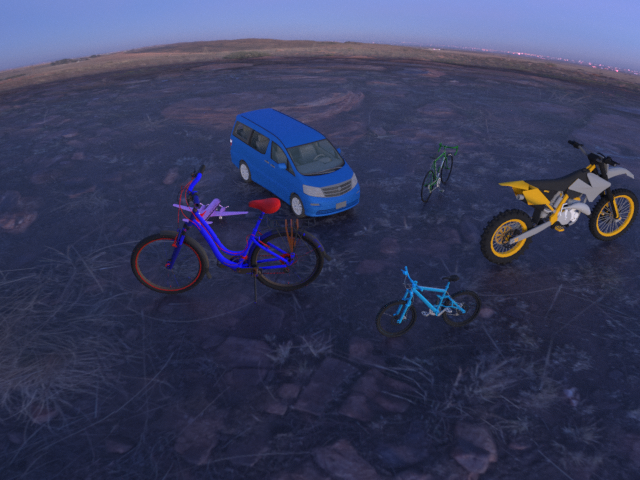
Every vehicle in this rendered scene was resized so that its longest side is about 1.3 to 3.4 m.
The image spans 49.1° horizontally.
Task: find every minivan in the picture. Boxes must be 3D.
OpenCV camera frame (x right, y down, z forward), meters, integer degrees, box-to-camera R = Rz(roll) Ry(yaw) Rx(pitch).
[{"bbox_3d":[-0.502,-1.459,12.860,1.324,1.197,3.011,-19,34,-30],"label":"minivan"}]

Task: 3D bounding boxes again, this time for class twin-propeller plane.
[{"bbox_3d":[-1.914,-0.522,11.970,1.370,0.407,1.095,6,29,11],"label":"twin-propeller plane"}]

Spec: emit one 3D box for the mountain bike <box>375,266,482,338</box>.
[{"bbox_3d":[1.420,0.821,9.038,1.469,0.868,0.573,-7,30,-13],"label":"mountain bike"}]

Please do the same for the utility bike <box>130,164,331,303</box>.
[{"bbox_3d":[-1.224,0.017,9.496,2.791,1.839,1.039,-2,29,-3],"label":"utility bike"}]

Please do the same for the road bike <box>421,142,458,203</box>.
[{"bbox_3d":[2.174,-1.275,12.883,0.358,0.852,1.545,15,32,26],"label":"road bike"}]

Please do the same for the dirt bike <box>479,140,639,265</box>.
[{"bbox_3d":[3.761,-0.554,10.718,2.903,1.666,1.024,-10,30,-18],"label":"dirt bike"}]
